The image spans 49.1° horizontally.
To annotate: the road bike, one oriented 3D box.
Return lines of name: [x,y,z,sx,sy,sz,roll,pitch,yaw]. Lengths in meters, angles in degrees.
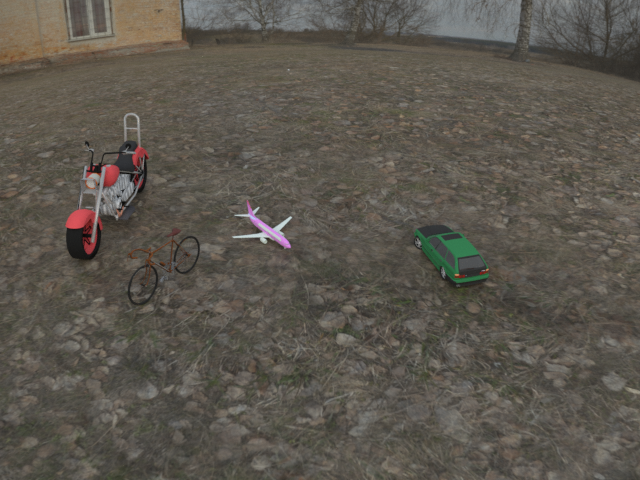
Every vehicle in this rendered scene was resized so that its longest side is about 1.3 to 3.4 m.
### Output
road bike: [-2.245,0.318,10.136,0.358,0.852,1.545,16,34,26]

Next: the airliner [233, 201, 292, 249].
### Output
airliner: [-0.865,-0.243,11.535,1.161,0.429,1.307,-21,36,-32]

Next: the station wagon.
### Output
station wagon: [2.003,0.134,10.835,0.682,0.473,1.597,-8,31,-14]

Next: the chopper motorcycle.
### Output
chopper motorcycle: [-3.546,-0.958,11.723,0.906,1.480,3.040,3,30,6]
